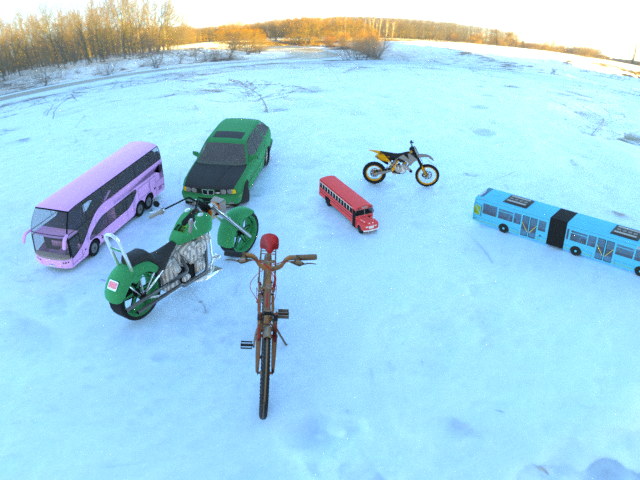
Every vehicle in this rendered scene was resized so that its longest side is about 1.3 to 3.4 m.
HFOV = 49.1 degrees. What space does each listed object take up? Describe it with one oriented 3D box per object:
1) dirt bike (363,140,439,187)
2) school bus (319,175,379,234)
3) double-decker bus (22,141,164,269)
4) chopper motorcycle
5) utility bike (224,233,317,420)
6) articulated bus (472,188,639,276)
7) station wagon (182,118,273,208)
[{"bbox_3d":[1.575,-1.458,13.565,1.493,0.857,0.527,4,29,7],"label":"dirt bike"},{"bbox_3d":[0.509,-0.647,12.535,0.365,0.434,1.708,-14,32,-23],"label":"school bus"},{"bbox_3d":[-3.701,-0.647,11.896,0.756,1.052,3.251,8,30,14],"label":"double-decker bus"},{"bbox_3d":[-1.925,0.016,10.252,0.906,1.480,3.040,17,33,29],"label":"chopper motorcycle"},{"bbox_3d":[-0.572,0.746,8.559,1.039,1.839,2.791,-2,29,-3],"label":"utility bike"},{"bbox_3d":[4.148,-0.127,11.461,3.401,0.561,0.605,21,35,33],"label":"articulated bus"},{"bbox_3d":[-1.786,-1.629,13.809,1.327,0.920,3.105,4,29,7],"label":"station wagon"}]
